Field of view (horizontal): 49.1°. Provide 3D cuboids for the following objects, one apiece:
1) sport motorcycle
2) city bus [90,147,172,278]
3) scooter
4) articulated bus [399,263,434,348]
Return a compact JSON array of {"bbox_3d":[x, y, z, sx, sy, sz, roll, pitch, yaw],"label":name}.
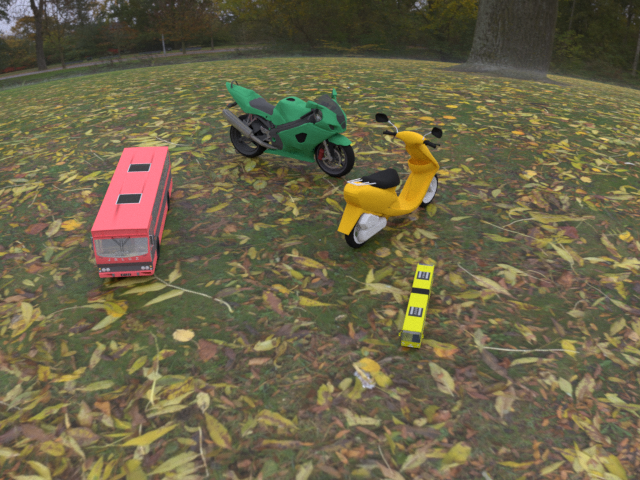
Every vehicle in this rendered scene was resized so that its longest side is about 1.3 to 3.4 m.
[{"bbox_3d":[-0.621,-2.208,13.814,2.955,1.596,0.983,16,33,27],"label":"sport motorcycle"},{"bbox_3d":[-2.992,-0.530,11.494,0.926,0.894,3.255,-3,29,-5],"label":"city bus"},{"bbox_3d":[1.223,-1.023,11.465,1.288,1.786,2.721,22,36,34],"label":"scooter"},{"bbox_3d":[1.352,0.861,9.595,0.311,0.289,1.749,7,30,12],"label":"articulated bus"}]
